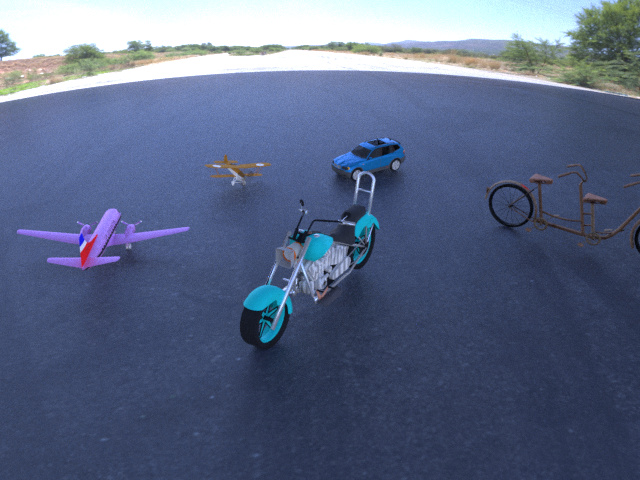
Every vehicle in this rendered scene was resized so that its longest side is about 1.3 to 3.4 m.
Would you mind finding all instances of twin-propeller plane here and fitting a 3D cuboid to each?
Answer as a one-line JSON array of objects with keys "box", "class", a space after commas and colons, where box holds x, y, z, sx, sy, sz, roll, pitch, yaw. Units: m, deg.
[{"box": [-3.377, -0.123, 10.746, 2.663, 0.792, 2.129, -1, 27, -2], "class": "twin-propeller plane"}]

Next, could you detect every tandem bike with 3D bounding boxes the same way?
[{"box": [4.116, -0.530, 10.959, 3.192, 1.326, 0.550, 17, 32, 30], "class": "tandem bike"}]

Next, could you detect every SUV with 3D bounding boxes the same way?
[{"box": [0.976, -1.652, 13.991, 1.572, 0.580, 0.656, -17, 31, -29], "class": "SUV"}]

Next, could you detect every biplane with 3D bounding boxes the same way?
[{"box": [-1.627, -1.362, 13.504, 1.336, 0.504, 1.090, -14, 30, -26], "class": "biplane"}]

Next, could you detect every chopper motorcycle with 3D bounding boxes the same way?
[{"box": [-0.058, 0.196, 9.358, 0.906, 1.480, 3.040, 16, 31, 29], "class": "chopper motorcycle"}]
